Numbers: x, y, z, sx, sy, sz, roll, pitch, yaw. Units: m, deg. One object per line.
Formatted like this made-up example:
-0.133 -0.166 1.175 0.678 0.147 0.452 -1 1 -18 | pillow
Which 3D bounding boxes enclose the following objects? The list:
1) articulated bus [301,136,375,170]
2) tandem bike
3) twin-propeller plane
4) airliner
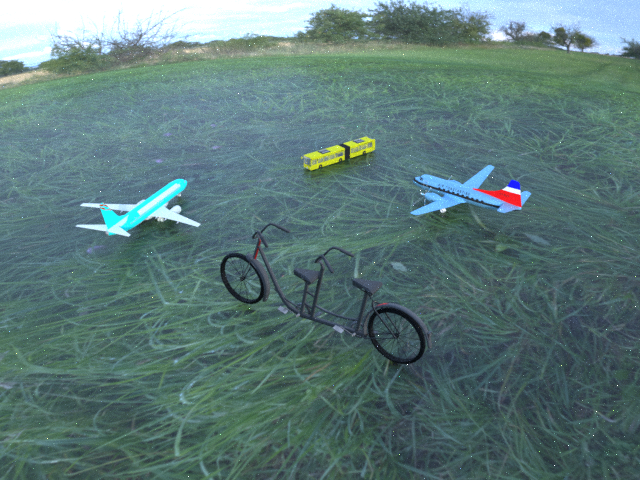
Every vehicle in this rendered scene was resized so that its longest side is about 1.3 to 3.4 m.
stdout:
0.403 -1.772 14.239 1.749 0.289 0.311 -21 35 -34 | articulated bus
-0.042 0.610 8.794 3.192 1.326 0.550 17 33 29 | tandem bike
2.508 -0.898 12.112 2.129 0.792 2.663 22 36 35 | twin-propeller plane
-2.898 -0.712 11.726 2.257 0.835 2.541 10 30 18 | airliner
